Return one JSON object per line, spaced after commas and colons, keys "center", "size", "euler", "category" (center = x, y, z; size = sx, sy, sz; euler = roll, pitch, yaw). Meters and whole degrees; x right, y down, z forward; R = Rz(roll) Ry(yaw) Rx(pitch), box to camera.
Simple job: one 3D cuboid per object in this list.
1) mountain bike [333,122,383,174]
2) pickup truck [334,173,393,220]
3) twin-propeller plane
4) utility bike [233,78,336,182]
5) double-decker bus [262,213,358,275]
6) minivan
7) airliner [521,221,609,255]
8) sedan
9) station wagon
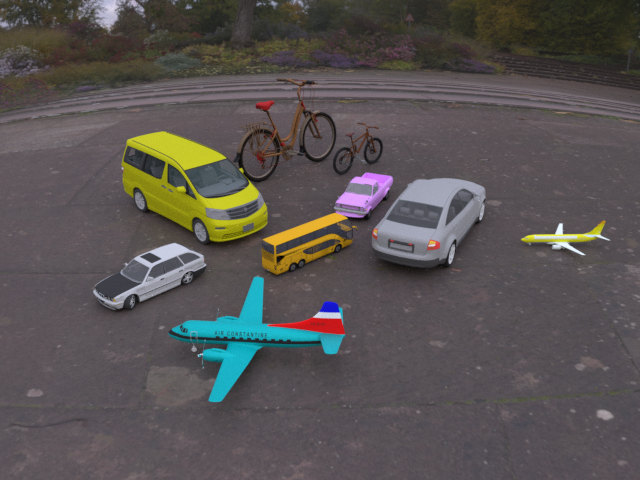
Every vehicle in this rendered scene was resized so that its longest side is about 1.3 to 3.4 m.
{"center": [0.792, -1.862, 14.231], "size": [1.469, 0.868, 0.573], "euler": [-23, 34, -39], "category": "mountain bike"}
{"center": [0.805, -0.862, 12.550], "size": [0.640, 0.511, 1.603], "euler": [10, 27, 21], "category": "pickup truck"}
{"center": [-0.764, 1.029, 8.255], "size": [2.129, 0.792, 2.663], "euler": [2, 26, 5], "category": "twin-propeller plane"}
{"center": [-0.719, -2.267, 13.955], "size": [1.039, 1.839, 2.791], "euler": [23, 34, 39], "category": "utility bike"}
{"center": [-0.149, 0.031, 10.641], "size": [1.672, 0.541, 0.389], "euler": [-22, 33, -38], "category": "double-decker bus"}
{"center": [-2.180, -0.945, 11.926], "size": [1.324, 1.197, 3.011], "euler": [-23, 34, -39], "category": "minivan"}
{"center": [3.848, -0.109, 11.064], "size": [1.307, 0.429, 1.161], "euler": [0, 25, 1], "category": "airliner"}
{"center": [1.838, -0.480, 11.250], "size": [1.235, 0.940, 3.137], "euler": [12, 28, 24], "category": "sedan"}
{"center": [-2.379, 0.465, 9.807], "size": [0.682, 0.473, 1.597], "euler": [22, 33, 38], "category": "station wagon"}
